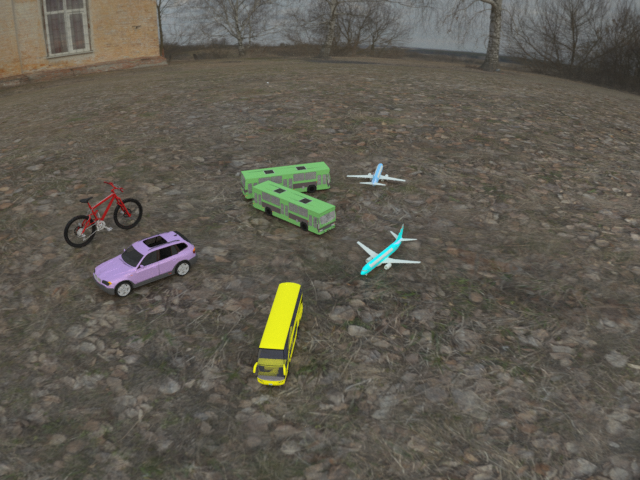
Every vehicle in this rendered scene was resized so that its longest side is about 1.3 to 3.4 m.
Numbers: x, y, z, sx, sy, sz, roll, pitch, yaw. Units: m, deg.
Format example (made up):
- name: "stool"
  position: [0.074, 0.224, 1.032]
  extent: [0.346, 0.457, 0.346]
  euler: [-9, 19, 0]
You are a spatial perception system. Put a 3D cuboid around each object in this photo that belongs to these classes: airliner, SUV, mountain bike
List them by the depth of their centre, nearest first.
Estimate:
- name: "SUV"
  position: [-2.641, 0.319, 10.605]
  extent: [1.572, 0.580, 0.656]
  euler: [-20, 34, -33]
- name: "airliner"
  position: [1.004, 0.164, 11.055]
  extent: [1.161, 0.429, 1.307]
  euler: [19, 33, 31]
- name: "mountain bike"
  position: [-3.618, -0.431, 11.699]
  extent: [0.573, 0.868, 1.469]
  euler: [24, 37, 38]
- name: "airliner"
  position: [1.137, -1.369, 13.915]
  extent: [1.161, 0.429, 1.307]
  euler: [6, 29, 10]

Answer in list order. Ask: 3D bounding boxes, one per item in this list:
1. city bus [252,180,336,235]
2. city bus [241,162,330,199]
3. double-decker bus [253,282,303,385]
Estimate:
- name: "city bus"
  position: [-0.480, -0.571, 12.393]
  extent: [1.674, 0.460, 0.476]
  euler: [23, 36, 36]
- name: "city bus"
  position: [-0.657, -1.130, 13.437]
  extent: [1.674, 0.460, 0.476]
  euler: [-8, 29, -15]
- name: "double-decker bus"
  position: [-0.502, 1.196, 9.012]
  extent: [0.389, 0.541, 1.672]
  euler: [3, 28, 6]
